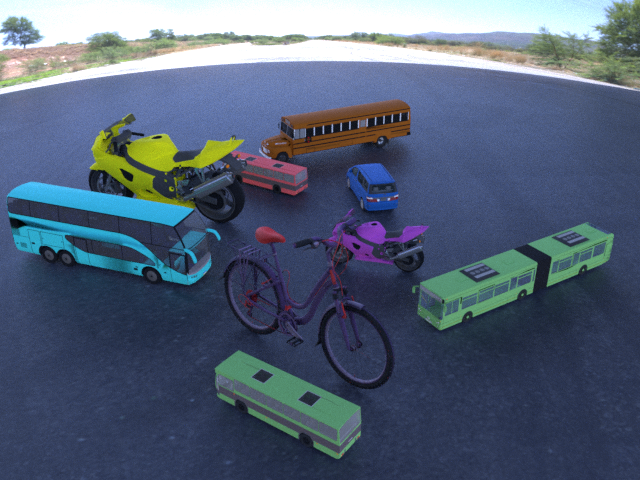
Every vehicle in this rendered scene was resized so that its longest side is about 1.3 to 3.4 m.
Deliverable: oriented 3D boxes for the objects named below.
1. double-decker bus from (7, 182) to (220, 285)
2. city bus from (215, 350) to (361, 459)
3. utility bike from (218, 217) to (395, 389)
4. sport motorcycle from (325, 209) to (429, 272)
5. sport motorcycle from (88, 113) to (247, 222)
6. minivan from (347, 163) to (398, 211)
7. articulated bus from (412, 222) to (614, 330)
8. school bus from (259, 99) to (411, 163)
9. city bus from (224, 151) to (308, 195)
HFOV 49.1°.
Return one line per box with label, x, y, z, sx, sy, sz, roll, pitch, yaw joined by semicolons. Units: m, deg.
double-decker bus;-3.100;-0.104;10.380;3.251;1.052;0.756;10;30;17
city bus;-0.371;1.759;7.538;1.674;0.460;0.476;18;33;31
utility bike;-0.189;0.555;8.322;2.791;1.839;1.039;22;35;35
sport motorcycle;0.823;0.042;10.352;1.520;0.821;0.506;6;29;11
sport motorcycle;-2.620;-1.155;11.762;2.955;1.596;0.983;8;29;14
minivan;0.920;-1.039;12.581;0.681;0.616;1.548;-6;29;-11
articulated bus;2.814;0.451;9.865;3.401;0.561;0.605;-17;32;-28
school bus;0.333;-2.296;14.679;3.322;0.844;0.709;-13;31;-23
city bus;-1.043;-1.246;13.132;1.674;0.460;0.476;16;32;28
